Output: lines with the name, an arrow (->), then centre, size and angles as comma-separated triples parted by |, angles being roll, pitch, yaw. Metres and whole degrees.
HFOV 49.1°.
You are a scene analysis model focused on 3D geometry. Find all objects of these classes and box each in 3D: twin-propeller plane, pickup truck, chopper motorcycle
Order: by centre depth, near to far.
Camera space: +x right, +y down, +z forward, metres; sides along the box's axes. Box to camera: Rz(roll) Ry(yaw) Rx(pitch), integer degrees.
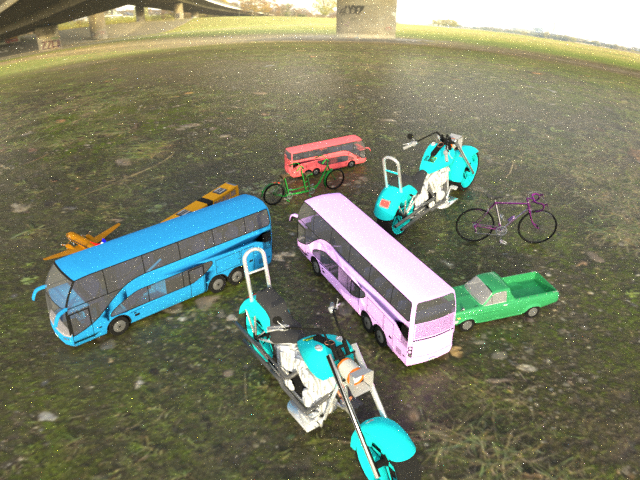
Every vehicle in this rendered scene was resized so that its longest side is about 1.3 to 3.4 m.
chopper motorcycle -> -0.011, 1.303, 7.330 | 0.906, 1.480, 3.040 | -19, 35, -29
pickup truck -> 2.333, 0.731, 9.260 | 1.603, 0.511, 0.640 | -9, 32, -15
twin-propeller plane -> -3.519, 0.017, 10.576 | 1.095, 0.407, 1.370 | 22, 37, 32
chopper motorcycle -> 1.851, -1.117, 11.447 | 0.906, 1.480, 3.040 | 21, 36, 32

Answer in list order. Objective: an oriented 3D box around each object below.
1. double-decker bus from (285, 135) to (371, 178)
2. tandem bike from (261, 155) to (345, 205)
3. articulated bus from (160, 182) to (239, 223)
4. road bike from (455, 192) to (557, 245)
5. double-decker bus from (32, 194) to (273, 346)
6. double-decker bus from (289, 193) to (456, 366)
double-decker bus -> 0.139, -1.586, 13.172 | 1.672, 0.541, 0.389 | -15, 34, -23
tandem bike -> -0.278, -1.048, 12.117 | 1.642, 0.682, 0.283 | -16, 34, -25
articulated bus -> -1.965, -0.499, 11.570 | 0.311, 0.289, 1.749 | 17, 34, 26
road bike -> 2.869, -0.328, 10.724 | 1.545, 0.852, 0.358 | 2, 30, 3
double-decker bus -> -2.097, 0.360, 9.357 | 3.251, 1.052, 0.756 | -23, 37, -34
double-decker bus -> 0.605, 0.364, 9.349 | 0.756, 1.052, 3.251 | -14, 33, -23
